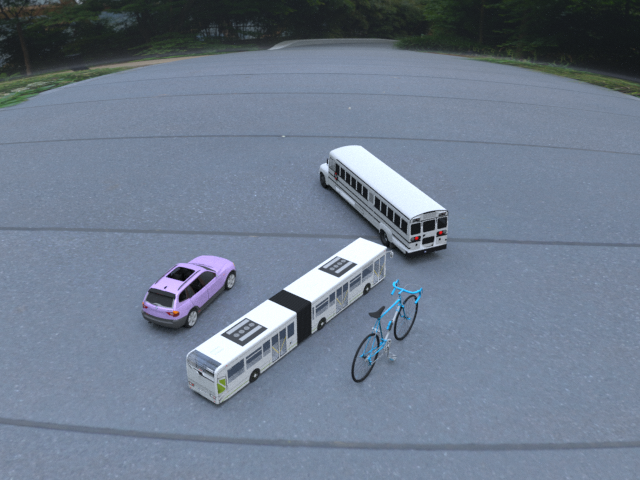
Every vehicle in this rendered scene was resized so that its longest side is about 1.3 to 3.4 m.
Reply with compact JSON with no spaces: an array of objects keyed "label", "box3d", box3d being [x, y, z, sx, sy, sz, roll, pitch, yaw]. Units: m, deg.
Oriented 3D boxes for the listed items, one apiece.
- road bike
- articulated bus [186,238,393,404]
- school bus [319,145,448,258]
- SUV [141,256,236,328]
[{"label":"road bike","box3d":[0.794,1.040,8.247,0.358,0.852,1.545,19,34,30]},{"label":"articulated bus","box3d":[-0.256,0.887,8.815,0.605,0.561,3.401,21,35,32]},{"label":"school bus","box3d":[0.904,-0.768,11.472,0.709,0.844,3.322,-12,32,-21]},{"label":"SUV","box3d":[-1.719,0.592,9.320,0.656,0.580,1.572,12,32,21]}]
